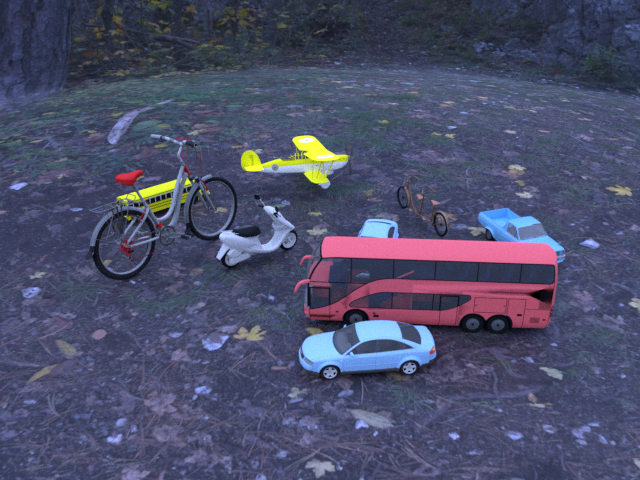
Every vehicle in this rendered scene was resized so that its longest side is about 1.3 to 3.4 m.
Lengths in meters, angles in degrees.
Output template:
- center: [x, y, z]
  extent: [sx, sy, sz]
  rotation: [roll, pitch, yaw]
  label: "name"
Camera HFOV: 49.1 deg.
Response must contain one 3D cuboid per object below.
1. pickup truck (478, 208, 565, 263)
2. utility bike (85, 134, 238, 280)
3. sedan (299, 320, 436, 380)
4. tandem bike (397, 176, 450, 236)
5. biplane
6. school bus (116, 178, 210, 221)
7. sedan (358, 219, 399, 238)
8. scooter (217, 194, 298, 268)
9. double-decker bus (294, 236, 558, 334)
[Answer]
- center: [3.110, -0.104, 10.900]
  extent: [0.640, 0.511, 1.603]
  rotation: [-9, 28, -18]
  label: "pickup truck"
- center: [-2.359, -0.585, 10.376]
  extent: [1.039, 1.839, 2.791]
  rotation: [21, 33, 36]
  label: "utility bike"
- center: [0.555, 1.244, 8.234]
  extent: [1.613, 0.483, 0.635]
  rotation: [-3, 27, -5]
  label: "sedan"
- center: [1.711, -0.618, 11.736]
  extent: [0.283, 0.682, 1.642]
  rotation: [-11, 29, -21]
  label: "tandem bike"
- center: [-0.409, -1.435, 13.038]
  extent: [2.120, 0.981, 2.598]
  rotation: [-5, 27, -11]
  label: "biplane"
- center: [-2.711, -0.752, 12.281]
  extent: [1.708, 0.434, 0.365]
  rotation: [-23, 34, -38]
  label: "school bus"
- center: [0.818, 0.084, 10.555]
  extent: [0.635, 0.483, 1.613]
  rotation: [6, 27, 12]
  label: "sedan"
- center: [-0.926, -0.129, 10.493]
  extent: [1.399, 0.919, 0.662]
  rotation: [-18, 32, -31]
  label: "scooter"
- center: [1.324, 0.550, 8.986]
  extent: [3.251, 1.052, 0.756]
  rotation: [2, 27, 4]
  label: "double-decker bus"
